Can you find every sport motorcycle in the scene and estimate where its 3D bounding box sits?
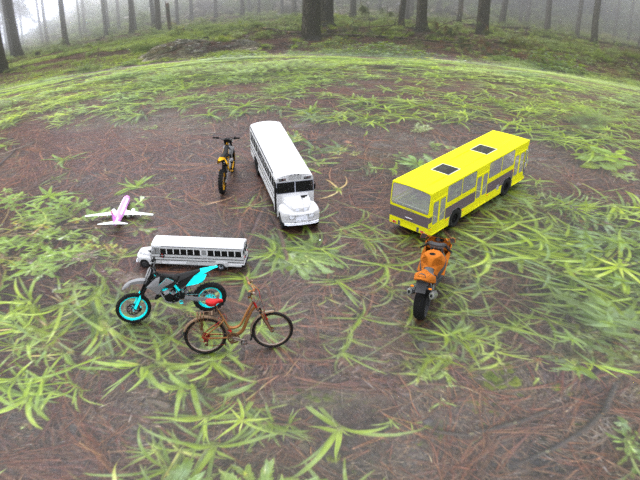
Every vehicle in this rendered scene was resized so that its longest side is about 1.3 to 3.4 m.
[{"bbox_3d":[1.554,0.473,9.854,0.506,0.821,1.520,10,31,17],"label":"sport motorcycle"}]

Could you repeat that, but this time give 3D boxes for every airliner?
[{"bbox_3d":[-3.466,-0.581,12.145,1.161,0.429,1.307,-1,29,-2],"label":"airliner"}]

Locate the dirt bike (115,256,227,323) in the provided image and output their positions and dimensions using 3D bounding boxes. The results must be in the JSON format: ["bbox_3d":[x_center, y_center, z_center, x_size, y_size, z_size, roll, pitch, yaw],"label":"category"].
[{"bbox_3d":[-2.013,0.686,9.435,1.493,0.857,0.527,-8,30,-14],"label":"dirt bike"}]

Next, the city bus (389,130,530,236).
[{"bbox_3d":[2.554,-1.036,12.484,0.926,0.894,3.255,24,37,36],"label":"city bus"}]

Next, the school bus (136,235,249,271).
[{"bbox_3d":[-1.974,0.188,10.762,1.708,0.434,0.365,2,29,4],"label":"school bus"}]

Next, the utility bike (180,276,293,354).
[{"bbox_3d":[-1.060,0.972,8.830,1.435,0.946,0.535,-4,29,-7],"label":"utility bike"}]

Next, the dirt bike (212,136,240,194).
[{"bbox_3d":[-1.792,-1.508,13.368,0.527,0.857,1.493,2,29,3],"label":"dirt bike"}]

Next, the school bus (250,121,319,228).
[{"bbox_3d":[-0.700,-1.266,12.948,0.709,0.844,3.322,-7,30,-13],"label":"school bus"}]
